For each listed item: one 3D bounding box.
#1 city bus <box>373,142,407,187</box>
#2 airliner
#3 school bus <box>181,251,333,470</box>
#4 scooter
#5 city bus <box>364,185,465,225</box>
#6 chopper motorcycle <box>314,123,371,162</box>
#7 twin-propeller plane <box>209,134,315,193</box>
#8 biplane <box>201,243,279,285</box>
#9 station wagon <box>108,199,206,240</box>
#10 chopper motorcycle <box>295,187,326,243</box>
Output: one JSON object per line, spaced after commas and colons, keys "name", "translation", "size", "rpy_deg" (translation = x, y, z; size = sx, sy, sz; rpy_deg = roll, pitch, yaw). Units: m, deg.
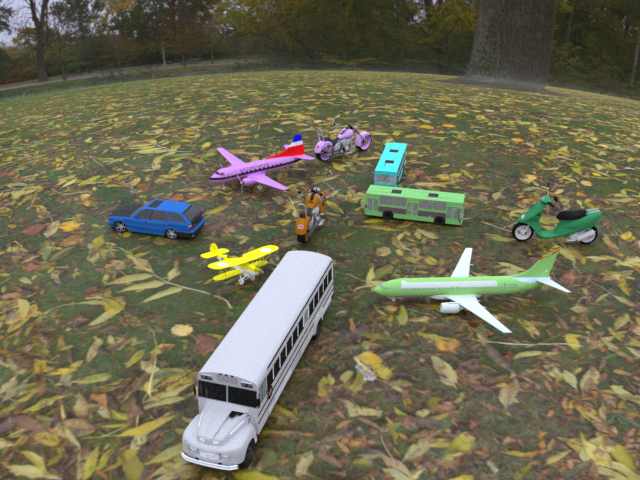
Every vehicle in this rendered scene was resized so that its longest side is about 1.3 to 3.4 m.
{"name": "city bus", "translation": [1.390, -1.417, 13.684], "size": [0.476, 0.460, 1.674], "rpy_deg": [6, 27, 12]}
{"name": "airliner", "translation": [1.998, 0.468, 9.525], "size": [2.541, 0.835, 2.257], "rpy_deg": [-1, 27, -1]}
{"name": "school bus", "translation": [-0.606, 1.222, 8.019], "size": [0.709, 0.844, 3.322], "rpy_deg": [8, 28, 15]}
{"name": "scooter", "translation": [3.788, -0.370, 11.096], "size": [1.399, 0.919, 0.662], "rpy_deg": [3, 27, 5]}
{"name": "city bus", "translation": [1.626, -0.588, 12.039], "size": [1.674, 0.460, 0.476], "rpy_deg": [7, 28, 13]}
{"name": "chopper motorcycle", "translation": [0.506, -2.127, 14.758], "size": [1.563, 0.761, 0.466], "rpy_deg": [-22, 34, -37]}
{"name": "twin-propeller plane", "translation": [-1.182, -1.493, 13.466], "size": [2.129, 0.792, 2.663], "rpy_deg": [-17, 31, -30]}
{"name": "biplane", "translation": [-1.206, 0.322, 10.184], "size": [1.090, 0.504, 1.336], "rpy_deg": [20, 33, 34]}
{"name": "station wagon", "translation": [-2.738, -0.396, 11.643], "size": [1.597, 0.473, 0.682], "rpy_deg": [7, 28, 14]}
{"name": "chopper motorcycle", "translation": [-0.131, -0.531, 11.590], "size": [0.466, 0.761, 1.563], "rpy_deg": [6, 27, 12]}
